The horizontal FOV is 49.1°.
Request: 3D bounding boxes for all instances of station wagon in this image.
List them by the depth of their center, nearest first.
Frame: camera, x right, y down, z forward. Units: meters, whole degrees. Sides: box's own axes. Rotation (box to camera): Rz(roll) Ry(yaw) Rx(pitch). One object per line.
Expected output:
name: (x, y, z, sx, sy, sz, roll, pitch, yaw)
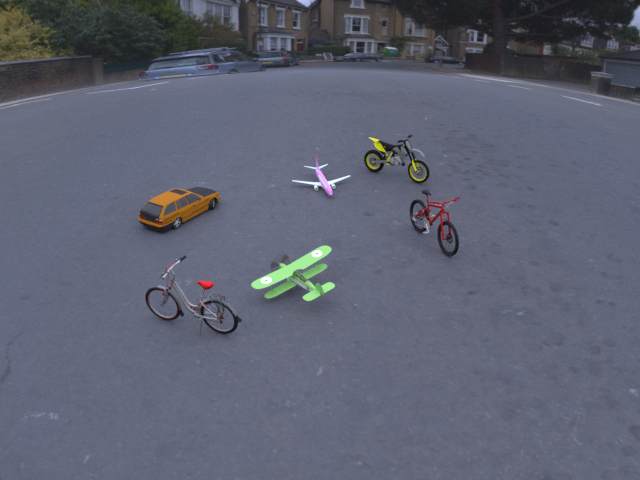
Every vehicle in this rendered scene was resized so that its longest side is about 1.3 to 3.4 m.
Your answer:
station wagon: (-2.439, -0.646, 12.296, 0.682, 0.473, 1.597, 16, 31, 29)

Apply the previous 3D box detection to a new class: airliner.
airliner: (0.062, -1.227, 13.493, 1.161, 0.429, 1.307, -6, 27, -12)

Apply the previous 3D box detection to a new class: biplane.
biplane: (-0.293, 0.565, 9.870, 1.336, 0.504, 1.090, -19, 32, -33)

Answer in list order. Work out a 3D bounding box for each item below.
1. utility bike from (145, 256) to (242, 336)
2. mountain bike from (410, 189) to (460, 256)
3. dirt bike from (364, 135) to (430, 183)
utility bike: (-1.683, 0.761, 8.993, 1.435, 0.946, 0.535, 10, 29, 19)
mountain bike: (1.829, -0.350, 11.274, 0.573, 0.868, 1.469, -10, 29, -20)
dirt bike: (1.513, -1.641, 13.836, 1.493, 0.857, 0.527, 18, 32, 32)
